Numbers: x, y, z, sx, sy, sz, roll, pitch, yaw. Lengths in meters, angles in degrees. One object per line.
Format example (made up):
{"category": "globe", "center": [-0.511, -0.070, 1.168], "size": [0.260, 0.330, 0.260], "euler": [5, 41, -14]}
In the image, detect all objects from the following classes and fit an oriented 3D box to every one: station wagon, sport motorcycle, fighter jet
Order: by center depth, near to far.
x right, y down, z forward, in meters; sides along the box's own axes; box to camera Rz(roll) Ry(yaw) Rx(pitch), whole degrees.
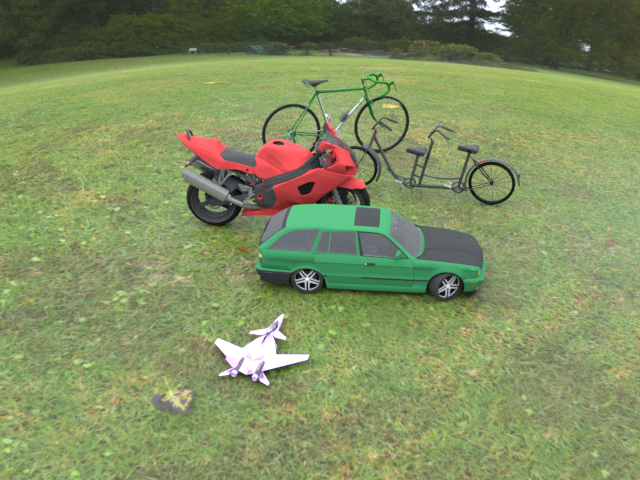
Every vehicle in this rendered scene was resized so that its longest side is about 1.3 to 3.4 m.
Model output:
{"category": "fighter jet", "center": [-0.652, 1.159, 8.219], "size": [1.147, 0.286, 1.358], "euler": [8, 29, 15]}
{"category": "station wagon", "center": [0.707, 0.087, 9.587], "size": [3.105, 0.920, 1.327], "euler": [3, 28, 5]}
{"category": "sport motorcycle", "center": [-0.690, -0.936, 10.815], "size": [2.955, 1.596, 0.983], "euler": [2, 28, 3]}

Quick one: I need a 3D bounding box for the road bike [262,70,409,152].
{"category": "road bike", "center": [0.341, -2.382, 13.518], "size": [3.004, 1.656, 0.697], "euler": [-8, 29, -14]}

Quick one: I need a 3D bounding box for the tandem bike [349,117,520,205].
{"category": "tandem bike", "center": [1.794, -1.357, 11.914], "size": [3.192, 1.326, 0.550], "euler": [9, 29, 16]}
